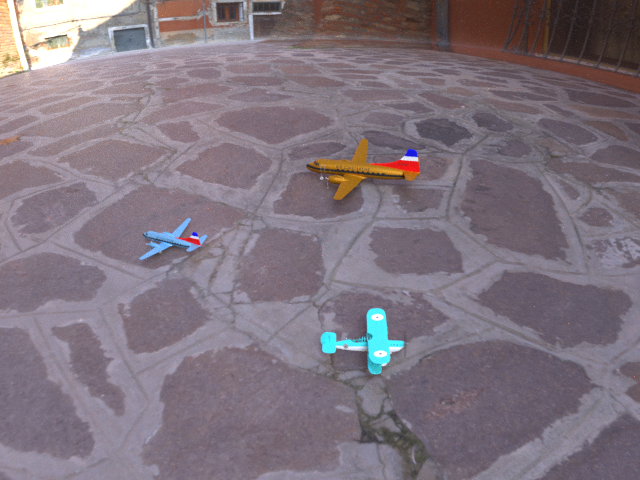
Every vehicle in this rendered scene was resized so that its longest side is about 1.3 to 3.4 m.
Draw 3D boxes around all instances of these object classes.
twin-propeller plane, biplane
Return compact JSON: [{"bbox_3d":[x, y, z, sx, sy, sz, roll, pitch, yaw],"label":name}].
[{"bbox_3d":[0.772,-1.376,12.819,2.129,0.792,2.663,7,32,11],"label":"twin-propeller plane"},{"bbox_3d":[-2.335,-0.039,10.973,1.095,0.407,1.370,13,33,20],"label":"twin-propeller plane"},{"bbox_3d":[0.554,1.280,8.690,1.090,0.504,1.336,1,31,2],"label":"biplane"}]
